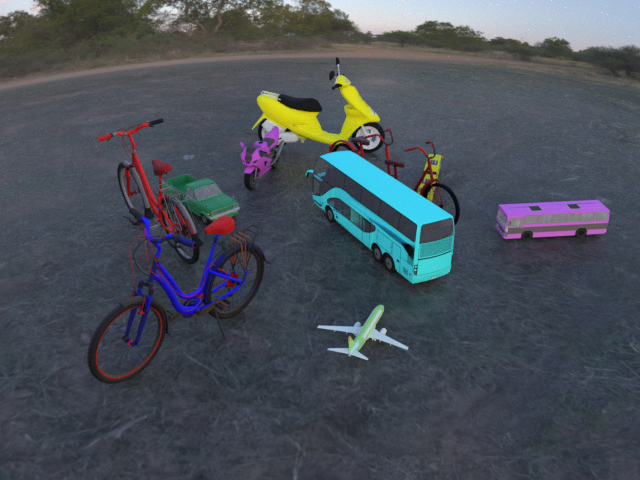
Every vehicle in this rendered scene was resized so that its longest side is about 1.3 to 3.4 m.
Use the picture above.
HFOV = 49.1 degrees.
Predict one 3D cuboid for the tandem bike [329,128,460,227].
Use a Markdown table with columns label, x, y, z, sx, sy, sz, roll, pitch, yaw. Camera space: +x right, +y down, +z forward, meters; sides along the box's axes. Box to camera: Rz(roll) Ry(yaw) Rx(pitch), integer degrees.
| label | x | y | z | sx | sy | sz | roll | pitch | yaw |
| --- | --- | --- | --- | --- | --- | --- | --- | --- | --- |
| tandem bike | 1.174 | -1.217 | 11.855 | 0.550 | 1.326 | 3.192 | -21 | 34 | -33 |

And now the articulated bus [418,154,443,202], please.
| label | x | y | z | sx | sy | sz | roll | pitch | yaw |
| --- | --- | --- | --- | --- | --- | --- | --- | --- | --- |
| articulated bus | 2.016 | -1.148 | 12.828 | 0.311 | 0.289 | 1.749 | 7 | 29 | 12 |

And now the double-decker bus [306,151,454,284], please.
| label | x | y | z | sx | sy | sz | roll | pitch | yaw |
| --- | --- | --- | --- | --- | --- | --- | --- | --- | --- |
| double-decker bus | 0.834 | -0.473 | 10.752 | 0.756 | 1.052 | 3.251 | -14 | 31 | -24 |

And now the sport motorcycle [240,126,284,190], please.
| label | x | y | z | sx | sy | sz | roll | pitch | yaw |
| --- | --- | --- | --- | --- | --- | --- | --- | --- | --- |
| sport motorcycle | -1.072 | -1.530 | 12.980 | 0.506 | 0.821 | 1.520 | 9 | 29 | 16 |

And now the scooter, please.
| label | x | y | z | sx | sy | sz | roll | pitch | yaw |
| --- | --- | --- | --- | --- | --- | --- | --- | --- | --- |
| scooter | -0.034 | -2.645 | 14.044 | 2.721 | 1.786 | 1.288 | 3 | 28 | 6 |

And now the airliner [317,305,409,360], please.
| label | x | y | z | sx | sy | sz | roll | pitch | yaw |
| --- | --- | --- | --- | --- | --- | --- | --- | --- | --- |
| airliner | 0.567 | 1.035 | 8.587 | 1.161 | 0.429 | 1.307 | 11 | 30 | 20 |

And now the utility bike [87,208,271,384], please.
| label | x | y | z | sx | sy | sz | roll | pitch | yaw |
| --- | --- | --- | --- | --- | --- | --- | --- | --- | --- |
| utility bike | -1.483 | 0.488 | 8.113 | 1.039 | 1.839 | 2.791 | 21 | 35 | 34 |

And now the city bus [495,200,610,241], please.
| label | x | y | z | sx | sy | sz | roll | pitch | yaw |
| --- | --- | --- | --- | --- | --- | --- | --- | --- | --- |
| city bus | 3.666 | -0.309 | 11.074 | 1.674 | 0.460 | 0.476 | -3 | 28 | -6 |

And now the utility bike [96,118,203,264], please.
| label | x | y | z | sx | sy | sz | roll | pitch | yaw |
| --- | --- | --- | --- | --- | --- | --- | --- | --- | --- |
| utility bike | -2.570 | -0.746 | 10.427 | 1.039 | 1.839 | 2.791 | -19 | 34 | -32 |

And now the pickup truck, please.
| label | x | y | z | sx | sy | sz | roll | pitch | yaw |
| --- | --- | --- | --- | --- | --- | --- | --- | --- | --- |
| pickup truck | -2.052 | -0.767 | 11.878 | 0.640 | 0.511 | 1.603 | -23 | 36 | -36 |
